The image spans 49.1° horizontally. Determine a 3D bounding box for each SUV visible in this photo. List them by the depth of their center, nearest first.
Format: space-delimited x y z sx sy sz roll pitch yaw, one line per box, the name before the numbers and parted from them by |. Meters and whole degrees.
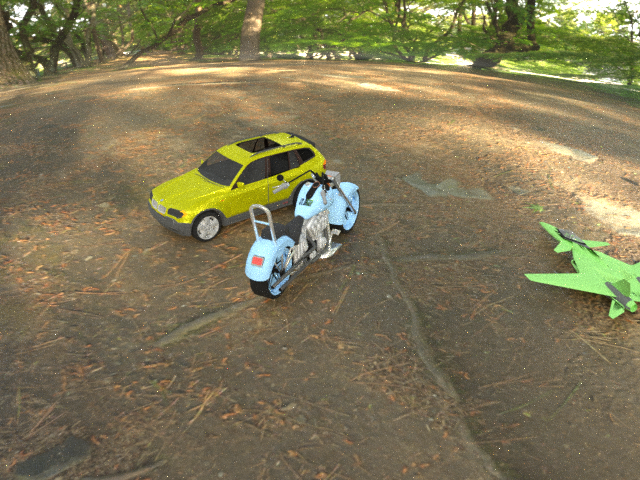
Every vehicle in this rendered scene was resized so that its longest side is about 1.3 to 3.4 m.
SUV | -1.285 -0.970 11.409 3.058 1.128 1.276 -20 34 -33

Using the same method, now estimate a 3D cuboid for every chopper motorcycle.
chopper motorcycle | -0.130 -0.332 9.812 0.906 1.480 3.040 13 30 23

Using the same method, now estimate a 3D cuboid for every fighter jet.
fighter jet | 3.833 0.156 9.874 2.229 0.557 2.640 -7 29 -14
